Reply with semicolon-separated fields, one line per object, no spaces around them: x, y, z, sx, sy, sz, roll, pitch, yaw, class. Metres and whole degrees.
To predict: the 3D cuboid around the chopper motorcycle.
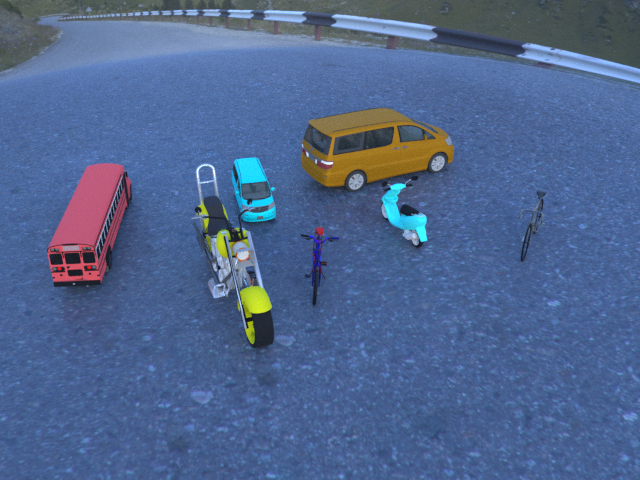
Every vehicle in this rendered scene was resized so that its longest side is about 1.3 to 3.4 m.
-1.232;0.142;9.690;0.906;1.480;3.040;-11;32;-18;chopper motorcycle

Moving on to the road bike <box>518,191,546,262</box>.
3.375;-0.283;11.048;0.358;0.852;1.545;14;33;22;road bike

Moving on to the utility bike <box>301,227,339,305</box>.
0.001;0.245;10.046;0.535;0.946;1.435;0;30;1;utility bike

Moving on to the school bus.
-3.596;-0.396;11.251;0.709;0.844;3.322;-3;30;-5;school bus

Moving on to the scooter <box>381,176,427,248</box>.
1.354;-0.513;11.377;0.662;0.919;1.399;-12;32;-20;scooter

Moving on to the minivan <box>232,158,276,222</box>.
-1.185;-0.891;12.331;0.681;0.616;1.548;-7;31;-12;minivan

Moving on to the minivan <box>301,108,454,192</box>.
1.162;-1.844;13.393;3.011;1.197;1.324;-14;33;-23;minivan
